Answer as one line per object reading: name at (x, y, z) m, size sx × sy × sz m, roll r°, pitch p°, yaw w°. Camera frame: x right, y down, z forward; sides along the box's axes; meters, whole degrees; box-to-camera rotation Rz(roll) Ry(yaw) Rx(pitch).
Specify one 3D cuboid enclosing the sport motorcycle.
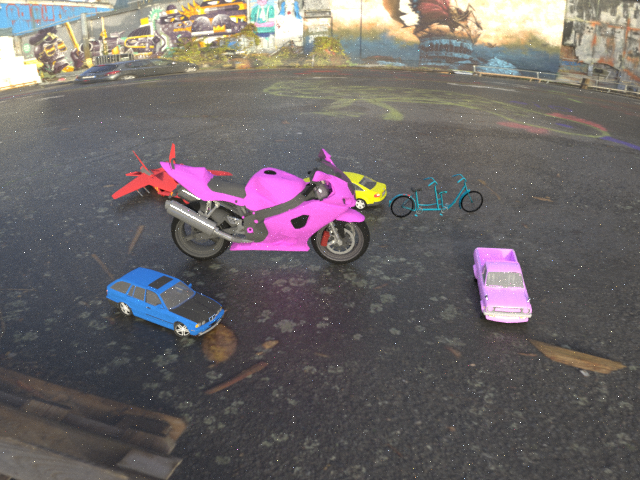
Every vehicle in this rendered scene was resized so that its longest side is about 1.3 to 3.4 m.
sport motorcycle at (-0.756, -0.411, 9.977) m, size 2.955 × 1.596 × 0.983 m, roll 2°, pitch 27°, yaw 4°

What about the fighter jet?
fighter jet at (-2.519, -1.033, 12.393) m, size 2.229 × 0.557 × 2.640 m, roll -15°, pitch 30°, yaw -27°

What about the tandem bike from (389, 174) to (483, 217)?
tandem bike at (1.943, -0.725, 11.634) m, size 1.642 × 0.682 × 0.283 m, roll -4°, pitch 27°, yaw -8°

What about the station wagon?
station wagon at (-1.978, 0.746, 8.912) m, size 1.597 × 0.473 × 0.682 m, roll 15°, pitch 30°, yaw 28°

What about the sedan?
sedan at (0.363, -0.923, 12.256) m, size 1.613 × 0.483 × 0.635 m, roll 9°, pitch 28°, yaw 18°

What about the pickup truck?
pickup truck at (2.405, 0.524, 9.318) m, size 0.640 × 0.511 × 1.603 m, roll 3°, pitch 27°, yaw 6°
